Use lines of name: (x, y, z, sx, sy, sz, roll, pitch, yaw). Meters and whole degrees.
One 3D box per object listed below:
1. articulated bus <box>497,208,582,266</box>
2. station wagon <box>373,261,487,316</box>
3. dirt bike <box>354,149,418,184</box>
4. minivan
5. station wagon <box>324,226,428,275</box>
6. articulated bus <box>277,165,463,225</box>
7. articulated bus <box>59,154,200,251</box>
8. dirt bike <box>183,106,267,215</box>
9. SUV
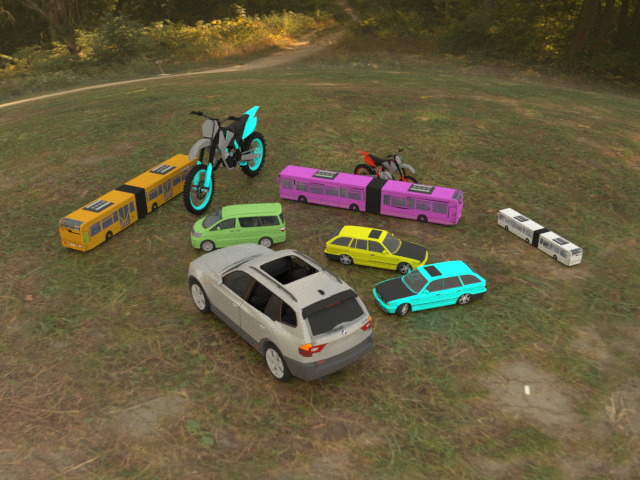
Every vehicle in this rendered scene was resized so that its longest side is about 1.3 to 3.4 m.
articulated bus: (3.584, -0.073, 11.549, 0.311, 0.289, 1.749, -13, 30, -23)
station wagon: (1.552, 0.646, 9.960, 1.597, 0.473, 0.682, -9, 29, -16)
dirt bike: (1.265, -1.295, 13.288, 1.493, 0.857, 0.527, 20, 33, 34)
minivan: (-1.346, -0.232, 11.500, 1.548, 0.616, 0.681, -3, 28, -6)
station wagon: (0.893, 0.118, 10.979, 1.597, 0.473, 0.682, 9, 29, 16)
articulated bus: (0.855, -0.832, 12.716, 3.401, 0.561, 0.605, 10, 29, 19)
articulated bus: (-3.273, -0.751, 12.560, 0.605, 0.561, 3.401, 12, 30, 21)
dirt bike: (-1.728, -1.638, 13.072, 1.024, 1.666, 2.903, 11, 29, 21)
SUV: (-0.605, 0.697, 9.149, 1.276, 1.128, 3.058, -19, 33, -33)
